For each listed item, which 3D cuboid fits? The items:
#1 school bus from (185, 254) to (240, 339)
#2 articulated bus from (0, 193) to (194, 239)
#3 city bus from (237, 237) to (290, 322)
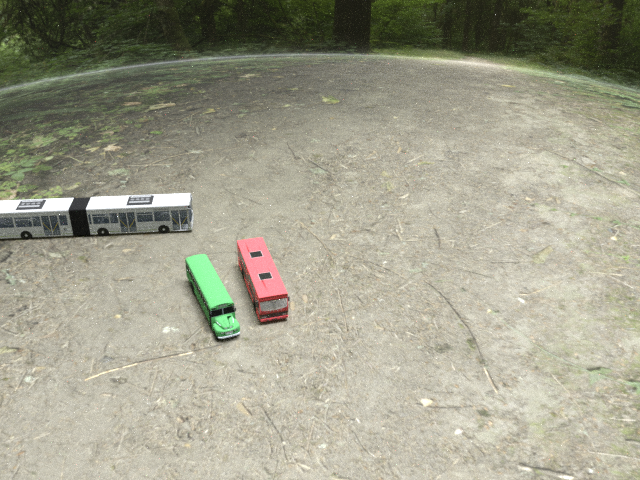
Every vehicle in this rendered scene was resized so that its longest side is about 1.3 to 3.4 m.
[{"bbox_3d":[-1.535,0.788,9.939,0.365,0.434,1.708,-12,32,-20],"label":"school bus"},{"bbox_3d":[-3.853,-0.409,11.929,3.401,0.561,0.605,-3,30,-5],"label":"articulated bus"},{"bbox_3d":[-0.864,0.566,10.305,0.476,0.460,1.674,-8,30,-14],"label":"city bus"}]
